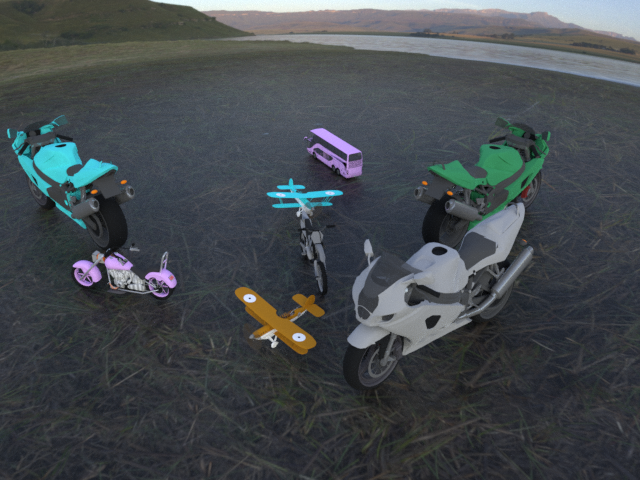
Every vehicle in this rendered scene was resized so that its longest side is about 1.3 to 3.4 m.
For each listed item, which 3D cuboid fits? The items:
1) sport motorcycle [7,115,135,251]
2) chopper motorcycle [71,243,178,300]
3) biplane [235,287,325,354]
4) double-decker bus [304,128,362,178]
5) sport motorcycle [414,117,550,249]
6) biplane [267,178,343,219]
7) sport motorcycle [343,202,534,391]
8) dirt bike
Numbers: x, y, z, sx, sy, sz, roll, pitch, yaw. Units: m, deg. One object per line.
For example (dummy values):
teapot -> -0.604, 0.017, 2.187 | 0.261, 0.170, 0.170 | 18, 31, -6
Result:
sport motorcycle -> -3.924, -0.905, 10.957 | 2.955, 1.596, 0.983 | 25, 38, 38
chopper motorcycle -> -2.675, 0.399, 9.453 | 1.563, 0.761, 0.466 | 8, 30, 14
biplane -> -0.439, 0.997, 8.633 | 1.336, 0.504, 1.090 | 25, 38, 38
double-decker bus -> 0.248, -1.699, 13.493 | 0.389, 0.541, 1.672 | -15, 32, -25
sport motorcycle -> 2.614, -0.866, 10.886 | 2.955, 1.596, 0.983 | -23, 37, -36
biplane -> -0.302, -0.711, 11.737 | 1.336, 0.504, 1.090 | -12, 31, -21
sport motorcycle -> 1.392, 0.618, 8.190 | 2.955, 1.596, 0.983 | -23, 36, -35
dirt bike -> -0.089, 0.114, 9.872 | 0.527, 0.857, 1.493 | -7, 29, -12
